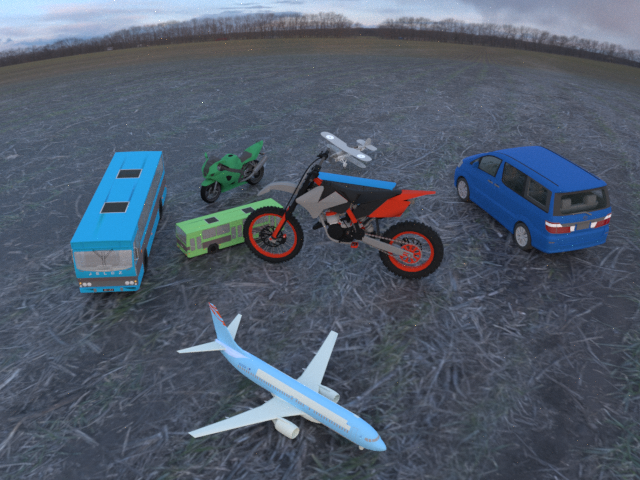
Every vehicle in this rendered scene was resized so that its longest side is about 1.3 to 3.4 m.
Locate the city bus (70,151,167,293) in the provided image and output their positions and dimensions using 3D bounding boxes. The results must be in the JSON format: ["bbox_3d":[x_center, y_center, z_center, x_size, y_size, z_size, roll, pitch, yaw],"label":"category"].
[{"bbox_3d":[-2.968,-0.357,10.715,0.926,0.894,3.255,-2,29,-4],"label":"city bus"}]

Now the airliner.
[{"bbox_3d":[-0.328,1.450,7.448,2.541,0.835,2.257,22,35,34],"label":"airliner"}]

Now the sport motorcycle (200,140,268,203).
[{"bbox_3d":[-1.537,-1.216,12.374,0.506,0.821,1.520,22,35,35],"label":"sport motorcycle"}]

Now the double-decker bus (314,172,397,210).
[{"bbox_3d":[0.471,-0.798,11.897,1.672,0.541,0.389,10,30,18],"label":"double-decker bus"}]

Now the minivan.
[{"bbox_3d":[3.320,-0.861,11.326,1.324,1.197,3.011,-9,30,-16],"label":"minivan"}]

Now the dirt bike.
[{"bbox_3d":[0.292,-0.284,9.772,2.903,1.666,1.024,6,29,11],"label":"dirt bike"}]

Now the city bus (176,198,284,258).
[{"bbox_3d":[-1.370,-0.181,10.846,1.674,0.460,0.476,-17,33,-29],"label":"city bus"}]

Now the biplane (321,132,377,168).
[{"bbox_3d":[0.617,-1.733,13.658,1.090,0.504,1.336,-23,36,-35],"label":"biplane"}]
